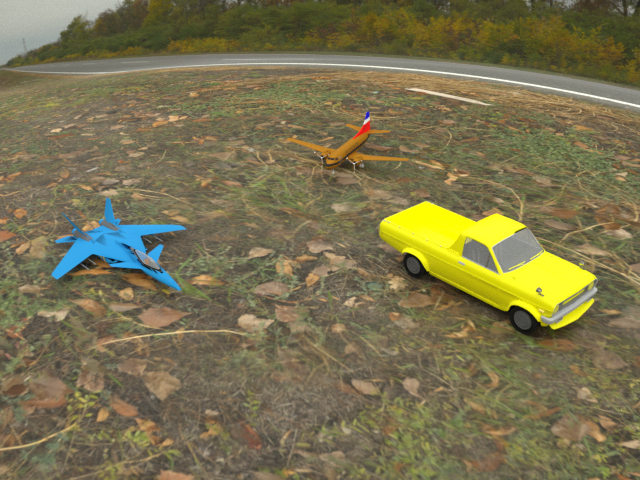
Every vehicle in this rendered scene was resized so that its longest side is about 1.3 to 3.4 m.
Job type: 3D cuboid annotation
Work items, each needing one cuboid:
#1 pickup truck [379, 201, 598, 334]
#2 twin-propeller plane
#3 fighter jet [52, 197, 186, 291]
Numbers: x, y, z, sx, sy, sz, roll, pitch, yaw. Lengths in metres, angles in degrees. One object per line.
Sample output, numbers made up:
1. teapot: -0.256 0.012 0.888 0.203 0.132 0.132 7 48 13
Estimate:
1. pickup truck: 2.285 0.191 9.894 1.244 0.993 3.117 -23 36 -36
2. twin-propeller plane: 0.601 -1.953 14.097 2.663 0.792 2.129 13 31 23
3. fighter jet: -2.870 0.108 10.510 2.229 0.557 2.640 -25 37 -38
